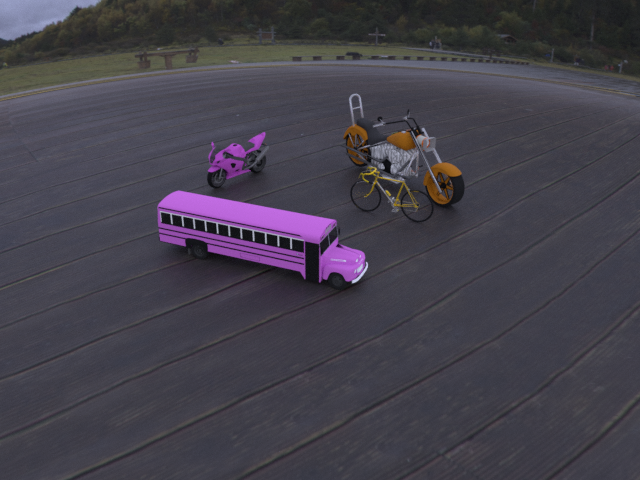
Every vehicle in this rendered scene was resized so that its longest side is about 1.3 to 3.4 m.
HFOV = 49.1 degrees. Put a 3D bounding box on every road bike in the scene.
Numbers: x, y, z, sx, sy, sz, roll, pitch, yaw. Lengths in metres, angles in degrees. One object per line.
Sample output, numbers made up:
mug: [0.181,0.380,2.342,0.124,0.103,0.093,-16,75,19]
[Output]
road bike: [1.227,-0.790,12.055,1.545,0.852,0.358,13,30,23]

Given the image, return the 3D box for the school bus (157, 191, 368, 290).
school bus: [-0.892,-0.041,10.636,3.322,0.844,0.709,11,30,21]

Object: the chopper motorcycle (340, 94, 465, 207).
chopper motorcycle: [1.511,-1.718,13.148,0.906,1.480,3.040,-20,34,-33]

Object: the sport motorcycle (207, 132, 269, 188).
sport motorcycle: [-1.600,-1.555,13.546,0.506,0.821,1.520,22,35,36]
